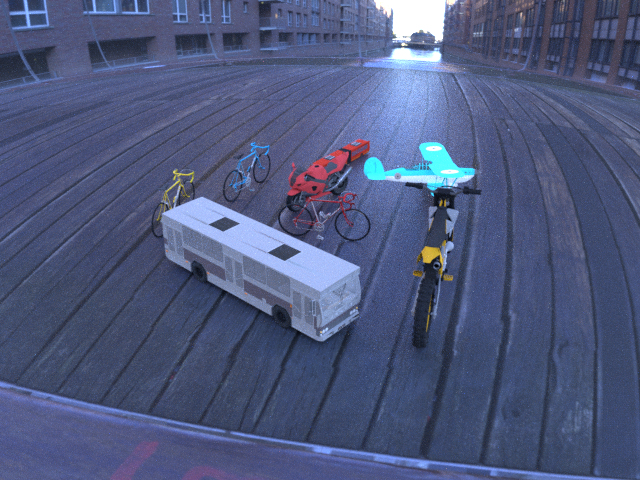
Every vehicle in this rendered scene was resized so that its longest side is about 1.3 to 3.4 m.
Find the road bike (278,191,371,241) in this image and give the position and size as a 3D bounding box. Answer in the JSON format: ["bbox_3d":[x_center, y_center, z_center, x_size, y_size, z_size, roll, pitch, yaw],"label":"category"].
[{"bbox_3d":[0.062,-0.399,11.438,1.545,0.852,0.358,5,30,9],"label":"road bike"}]

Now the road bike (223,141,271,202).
[{"bbox_3d":[-1.351,-1.296,13.041,0.358,0.852,1.545,15,33,25],"label":"road bike"}]

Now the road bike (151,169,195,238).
[{"bbox_3d":[-2.492,-0.659,11.902,0.358,0.852,1.545,9,30,15],"label":"road bike"}]

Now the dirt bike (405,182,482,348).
[{"bbox_3d":[1.591,0.134,9.650,1.024,1.666,2.903,8,30,14],"label":"dirt bike"}]

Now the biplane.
[{"bbox_3d":[1.858,-1.221,12.776,2.120,0.981,2.598,0,29,0],"label":"biplane"}]

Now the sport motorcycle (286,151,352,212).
[{"bbox_3d":[-0.030,-1.060,12.651,1.520,0.821,0.506,-25,38,-37],"label":"sport motorcycle"}]

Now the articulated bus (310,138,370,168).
[{"bbox_3d":[0.440,-1.687,14.317,0.311,0.289,1.749,20,35,31],"label":"articulated bus"}]

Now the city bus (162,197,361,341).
[{"bbox_3d":[-0.926,0.362,10.034,3.255,0.894,0.926,24,37,36],"label":"city bus"}]
